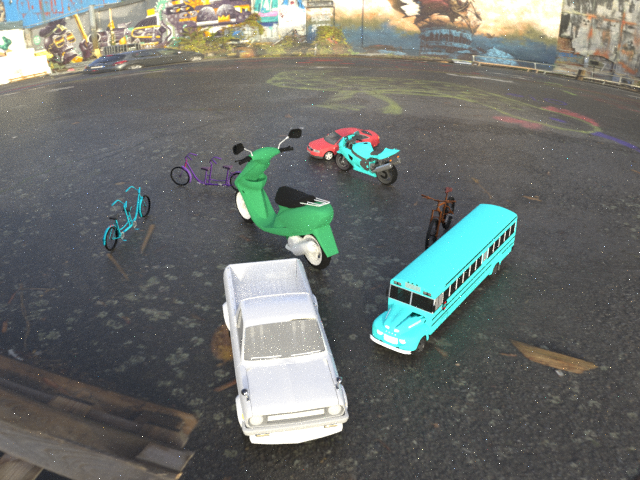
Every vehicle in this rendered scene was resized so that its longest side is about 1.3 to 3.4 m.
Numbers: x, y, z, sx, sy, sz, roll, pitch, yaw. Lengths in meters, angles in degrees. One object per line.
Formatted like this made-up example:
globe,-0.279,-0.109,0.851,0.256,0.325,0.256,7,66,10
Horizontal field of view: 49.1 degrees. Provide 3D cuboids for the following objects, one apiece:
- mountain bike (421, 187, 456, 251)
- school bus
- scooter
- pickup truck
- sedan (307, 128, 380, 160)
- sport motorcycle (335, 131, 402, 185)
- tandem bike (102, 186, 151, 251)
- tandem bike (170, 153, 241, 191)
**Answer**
mountain bike,1.989,-0.403,11.490,0.573,0.868,1.469,13,32,22
school bus,1.826,0.481,9.923,0.709,0.844,3.322,19,34,31
scooter,-0.625,-0.711,11.100,1.288,1.786,2.721,-20,35,-32
pickup truck,-0.522,1.131,8.598,1.244,0.993,3.117,-5,29,-9
sedan,0.496,-2.096,14.937,1.613,0.483,0.635,-12,31,-21
sport motorcycle,0.906,-1.598,13.692,1.520,0.821,0.506,22,36,34
tandem bike,-3.229,-0.420,11.713,0.283,0.682,1.642,7,30,12
tandem bike,-2.083,-1.273,13.251,1.642,0.682,0.283,7,30,12
